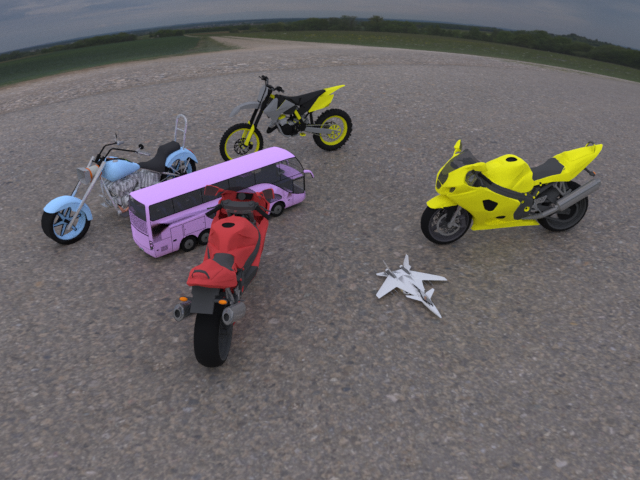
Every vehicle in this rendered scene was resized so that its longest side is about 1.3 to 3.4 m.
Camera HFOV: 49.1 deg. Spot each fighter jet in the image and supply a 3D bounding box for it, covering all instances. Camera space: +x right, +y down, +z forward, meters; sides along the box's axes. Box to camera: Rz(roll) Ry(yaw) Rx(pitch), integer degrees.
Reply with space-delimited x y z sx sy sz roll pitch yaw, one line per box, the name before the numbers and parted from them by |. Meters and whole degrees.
fighter jet | 1.384 0.679 10.064 1.147 0.286 1.358 -13 33 -21

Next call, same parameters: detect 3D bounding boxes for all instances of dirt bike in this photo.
dirt bike | -0.635 -2.383 13.923 2.903 1.666 1.024 -14 33 -22

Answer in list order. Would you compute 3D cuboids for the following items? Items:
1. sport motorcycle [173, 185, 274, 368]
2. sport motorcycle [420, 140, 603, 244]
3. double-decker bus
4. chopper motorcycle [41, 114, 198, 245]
sport motorcycle | -1.199 0.343 9.341 0.983 1.596 2.955 4 31 6
sport motorcycle | 3.047 -0.753 11.211 2.955 1.596 0.983 -6 31 -11
double-decker bus | -1.576 -0.706 11.669 3.251 1.052 0.756 -24 38 -34
chopper motorcycle | -3.337 -1.062 11.853 0.906 1.480 3.040 24 38 35
